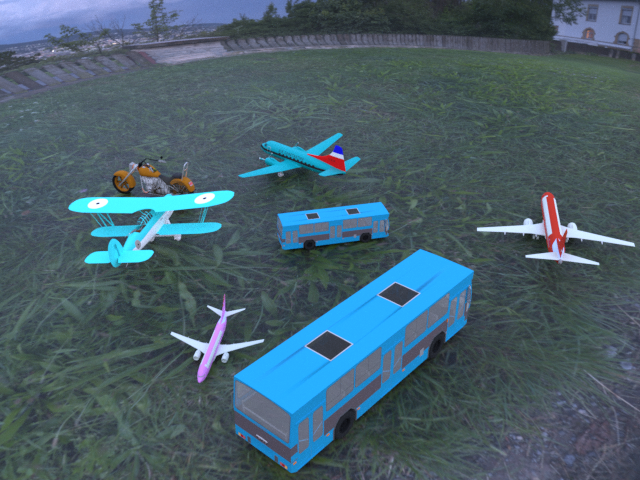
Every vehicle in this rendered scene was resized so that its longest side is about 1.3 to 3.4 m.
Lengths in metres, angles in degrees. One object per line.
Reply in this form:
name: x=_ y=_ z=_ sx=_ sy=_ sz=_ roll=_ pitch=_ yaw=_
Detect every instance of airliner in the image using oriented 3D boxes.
airliner: x=-1.275 y=1.174 z=8.374 sx=1.161 sy=0.429 sz=1.307 roll=4 pitch=30 yaw=6
airliner: x=3.549 y=-0.347 z=10.579 sx=2.257 sy=0.835 sz=2.541 roll=6 pitch=31 yaw=10

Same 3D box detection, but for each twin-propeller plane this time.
twin-propeller plane: x=-0.341 y=-1.570 z=12.719 sx=2.129 sy=0.792 sz=2.663 roll=24 pitch=38 yaw=35

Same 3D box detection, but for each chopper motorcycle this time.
chopper motorcycle: x=-2.850 y=-1.063 z=11.879 sx=1.563 sy=0.761 sz=0.466 roll=10 pitch=32 yaw=17

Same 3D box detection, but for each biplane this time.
biplane: x=-2.567 y=-0.177 z=10.144 sx=2.598 sy=0.981 sz=2.120 roll=6 pitch=31 yaw=10

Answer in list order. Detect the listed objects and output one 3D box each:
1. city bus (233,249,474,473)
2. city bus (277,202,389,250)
city bus: x=0.505 y=1.228 z=7.820 sx=0.926 sy=0.894 sz=3.255 roll=24 pitch=38 yaw=35
city bus: x=0.202 y=-0.200 z=10.699 sx=1.674 sy=0.460 sz=0.476 roll=-7 pitch=31 yaw=-12
